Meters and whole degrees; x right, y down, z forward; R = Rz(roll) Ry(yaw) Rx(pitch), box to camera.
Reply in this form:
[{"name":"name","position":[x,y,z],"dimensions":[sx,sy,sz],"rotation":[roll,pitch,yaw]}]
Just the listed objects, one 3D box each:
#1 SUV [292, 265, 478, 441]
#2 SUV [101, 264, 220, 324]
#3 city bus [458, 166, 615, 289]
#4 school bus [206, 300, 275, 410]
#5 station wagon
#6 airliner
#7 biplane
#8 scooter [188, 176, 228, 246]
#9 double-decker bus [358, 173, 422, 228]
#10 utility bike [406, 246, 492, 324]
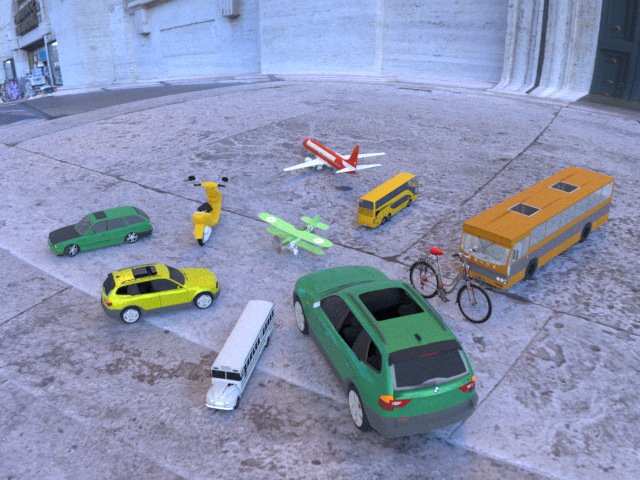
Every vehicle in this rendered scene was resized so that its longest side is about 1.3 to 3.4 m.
[{"name":"SUV","position":[0.634,1.002,8.047],"dimensions":[1.276,1.128,3.058],"rotation":[-9,28,-17]},{"name":"SUV","position":[-2.140,0.635,9.406],"dimensions":[1.572,0.580,0.656],"rotation":[-10,28,-19]},{"name":"city bus","position":[3.406,-0.235,10.808],"dimensions":[0.926,0.894,3.255],"rotation":[24,35,39]},{"name":"school bus","position":[-0.911,1.317,8.194],"dimensions":[0.365,0.434,1.708],"rotation":[5,27,11]},{"name":"station wagon","position":[-3.516,-0.178,11.167],"dimensions":[1.597,0.473,0.682],"rotation":[-14,30,-26]},{"name":"airliner","position":[0.196,-1.848,14.129],"dimensions":[2.257,0.835,2.541],"rotation":[-12,29,-23]},{"name":"biplane","position":[-0.298,-0.093,10.960],"dimensions":[1.336,0.504,1.090],"rotation":[16,30,29]},{"name":"scooter","position":[-1.828,-0.546,11.407],"dimensions":[0.662,0.919,1.399],"rotation":[2,26,5]},{"name":"double-decker bus","position":[1.221,-0.721,12.187],"dimensions":[0.389,0.541,1.672],"rotation":[17,31,30]},{"name":"utility bike","position":[1.743,0.479,9.309],"dimensions":[0.535,0.946,1.435],"rotation":[-22,34,-37]}]
